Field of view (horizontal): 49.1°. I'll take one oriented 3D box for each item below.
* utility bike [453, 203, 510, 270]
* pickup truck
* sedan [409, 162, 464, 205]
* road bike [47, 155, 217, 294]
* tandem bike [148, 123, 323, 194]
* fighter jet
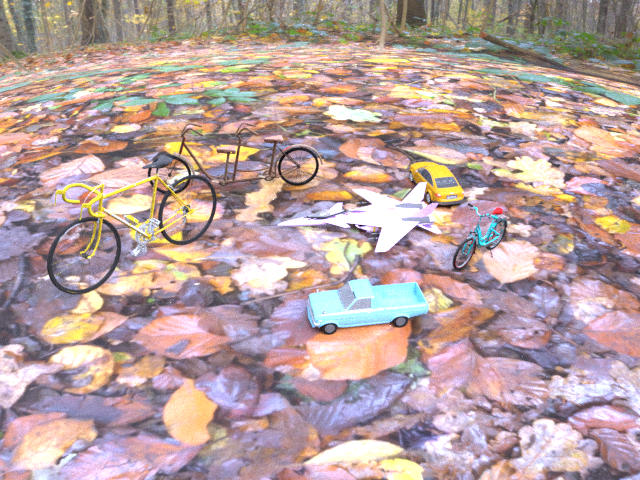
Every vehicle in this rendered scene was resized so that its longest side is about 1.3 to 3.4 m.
[{"bbox_3d":[2.524,-0.107,10.629,1.435,0.946,0.535,-26,39,-37],"label":"utility bike"},{"bbox_3d":[0.636,0.837,9.425,1.603,0.511,0.640,-5,30,-8],"label":"pickup truck"},{"bbox_3d":[2.118,-1.123,12.859,0.635,0.483,1.613,-7,31,-11],"label":"sedan"},{"bbox_3d":[-2.685,-0.336,10.316,0.696,1.656,3.004,24,37,35],"label":"road bike"},{"bbox_3d":[-1.520,-1.502,12.674,3.192,1.326,0.550,-5,30,-8],"label":"tandem bike"},{"bbox_3d":[0.604,-0.477,11.662,2.640,0.557,2.229,-3,30,-6],"label":"fighter jet"}]
